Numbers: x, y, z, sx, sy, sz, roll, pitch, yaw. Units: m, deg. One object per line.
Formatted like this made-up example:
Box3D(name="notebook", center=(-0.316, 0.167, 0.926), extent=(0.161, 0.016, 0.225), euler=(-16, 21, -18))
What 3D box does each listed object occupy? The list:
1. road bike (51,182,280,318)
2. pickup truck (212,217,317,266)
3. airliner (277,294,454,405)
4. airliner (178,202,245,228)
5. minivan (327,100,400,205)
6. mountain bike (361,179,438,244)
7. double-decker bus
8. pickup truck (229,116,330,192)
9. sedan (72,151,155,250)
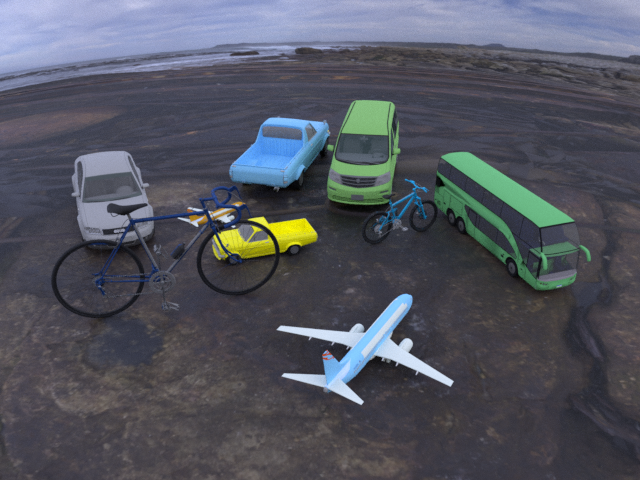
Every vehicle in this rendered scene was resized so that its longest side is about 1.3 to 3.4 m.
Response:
Box3D(name="road bike", center=(-1.989, 0.163, 9.220), extent=(3.004, 1.656, 0.697), euler=(-8, 29, -16))
Box3D(name="pickup truck", center=(-0.864, -0.054, 10.878), extent=(1.603, 0.511, 0.640), euler=(-9, 29, -17))
Box3D(name="airliner", center=(0.614, 1.064, 8.379), extent=(2.257, 0.835, 2.541), euler=(14, 31, 25))
Box3D(name="airliner", center=(-1.744, -0.520, 11.860), extent=(1.161, 0.429, 1.307), euler=(22, 34, 35))
Box3D(name="minivan", center=(0.876, -1.697, 13.291), extent=(1.324, 1.197, 3.011), euler=(4, 28, 8))
Box3D(name="mountain bike", center=(1.303, -0.434, 11.220), extent=(1.469, 0.868, 0.573), euler=(-14, 31, -25))
Box3D(name="double-decker bus", center=(2.821, -0.354, 10.868), extent=(0.756, 1.052, 3.251), euler=(-9, 29, -17))
Box3D(name="pickup truck", center=(-0.709, -1.816, 13.741), extent=(1.244, 0.993, 3.117), euler=(7, 28, 13))
Box3D(name="sedan", center=(-3.572, -0.840, 11.924), extent=(1.235, 0.940, 3.137), euler=(-9, 29, -17))
